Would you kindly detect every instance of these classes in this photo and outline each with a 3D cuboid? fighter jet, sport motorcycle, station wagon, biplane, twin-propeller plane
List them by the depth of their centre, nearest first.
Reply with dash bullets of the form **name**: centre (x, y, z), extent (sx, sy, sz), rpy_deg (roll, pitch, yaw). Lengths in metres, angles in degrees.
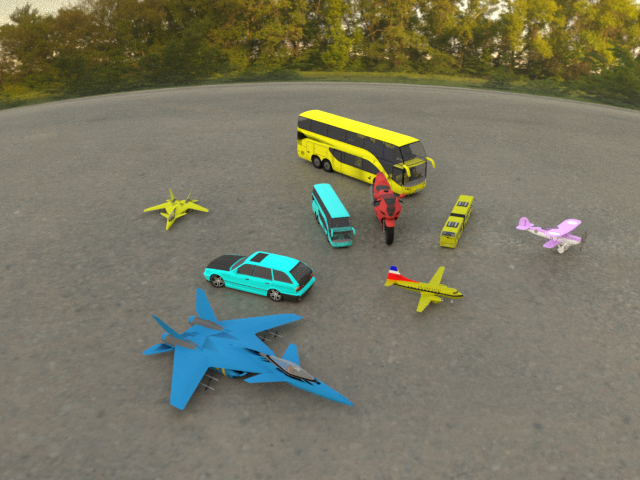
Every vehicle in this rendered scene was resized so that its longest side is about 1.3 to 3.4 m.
- **fighter jet**: centre (-0.736, 1.303, 8.103), extent (2.640, 0.557, 2.229), rpy_deg (16, 30, 30)
- **twin-propeller plane**: centre (1.455, 0.621, 9.713), extent (1.095, 0.407, 1.370), rpy_deg (10, 27, 20)
- **station wagon**: centre (-0.888, 0.448, 9.999), extent (1.597, 0.473, 0.682), rpy_deg (11, 27, 22)
- **biplane**: centre (3.687, -0.107, 11.132), extent (1.090, 0.504, 1.336), rpy_deg (18, 31, 33)
- **sport motorcycle**: centre (1.087, -0.544, 11.684), extent (0.506, 0.821, 1.520), rpy_deg (-1, 25, -3)
- **fighter jet**: centre (-2.553, -0.535, 12.288), extent (1.147, 0.286, 1.358), rpy_deg (0, 25, 1)

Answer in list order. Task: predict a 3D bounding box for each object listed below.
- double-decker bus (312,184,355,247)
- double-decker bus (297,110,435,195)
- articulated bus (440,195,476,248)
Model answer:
- **double-decker bus**: centre (0.194, -0.415, 11.739), extent (0.389, 0.541, 1.672), rpy_deg (-5, 26, -11)
- **double-decker bus**: centre (0.800, -1.765, 13.987), extent (0.756, 1.052, 3.251), rpy_deg (-21, 33, -37)
- **articulated bus**: centre (2.338, -0.336, 11.867), extent (0.311, 0.289, 1.749), rpy_deg (9, 27, 18)
